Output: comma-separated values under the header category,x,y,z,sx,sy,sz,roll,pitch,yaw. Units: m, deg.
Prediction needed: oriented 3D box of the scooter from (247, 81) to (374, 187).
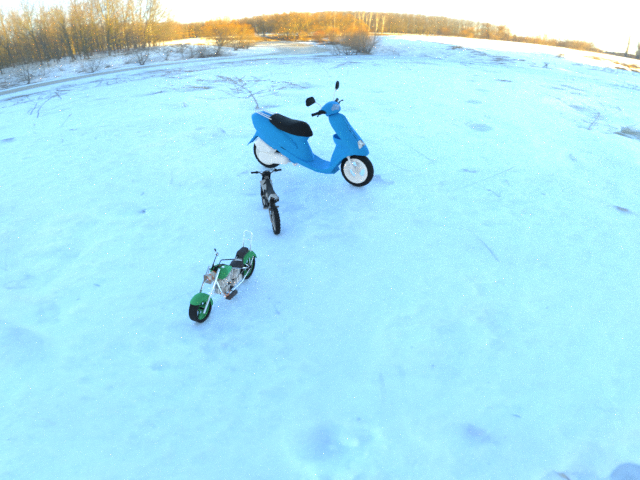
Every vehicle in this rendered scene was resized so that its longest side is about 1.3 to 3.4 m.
category,x,y,z,sx,sy,sz,roll,pitch,yaw
scooter,-0.212,-2.037,13.291,2.721,1.786,1.288,14,32,24

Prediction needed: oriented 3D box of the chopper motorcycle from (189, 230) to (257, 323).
category,x,y,z,sx,sy,sz,roll,pitch,yaw
chopper motorcycle,-1.354,0.494,9.812,0.466,0.761,1.563,13,32,23

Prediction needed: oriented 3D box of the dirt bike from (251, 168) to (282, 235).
category,x,y,z,sx,sy,sz,roll,pitch,yaw
dirt bike,-0.867,-0.731,11.907,0.527,0.857,1.493,-7,30,-12
